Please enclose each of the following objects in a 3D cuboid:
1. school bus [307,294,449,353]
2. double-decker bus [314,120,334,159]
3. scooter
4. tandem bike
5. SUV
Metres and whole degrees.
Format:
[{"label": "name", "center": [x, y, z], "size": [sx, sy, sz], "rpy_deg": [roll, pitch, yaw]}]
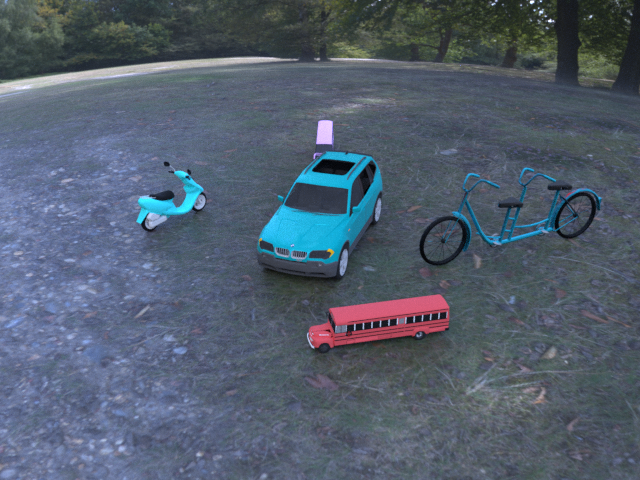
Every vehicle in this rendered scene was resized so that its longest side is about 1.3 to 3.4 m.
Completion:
[{"label": "school bus", "center": [0.696, 0.994, 8.414], "size": [1.708, 0.434, 0.365], "rpy_deg": [-6, 27, -12]}, {"label": "double-decker bus", "center": [0.096, -1.911, 14.084], "size": [0.389, 0.541, 1.672], "rpy_deg": [1, 27, 1]}, {"label": "scooter", "center": [-2.387, -0.725, 11.301], "size": [0.662, 0.919, 1.399], "rpy_deg": [21, 33, 35]}, {"label": "tandem bike", "center": [2.877, -0.427, 10.253], "size": [3.192, 1.326, 0.550], "rpy_deg": [-10, 28, -20]}, {"label": "SUV", "center": [0.088, -0.484, 10.587], "size": [1.276, 1.128, 3.058], "rpy_deg": [9, 28, 17]}]
